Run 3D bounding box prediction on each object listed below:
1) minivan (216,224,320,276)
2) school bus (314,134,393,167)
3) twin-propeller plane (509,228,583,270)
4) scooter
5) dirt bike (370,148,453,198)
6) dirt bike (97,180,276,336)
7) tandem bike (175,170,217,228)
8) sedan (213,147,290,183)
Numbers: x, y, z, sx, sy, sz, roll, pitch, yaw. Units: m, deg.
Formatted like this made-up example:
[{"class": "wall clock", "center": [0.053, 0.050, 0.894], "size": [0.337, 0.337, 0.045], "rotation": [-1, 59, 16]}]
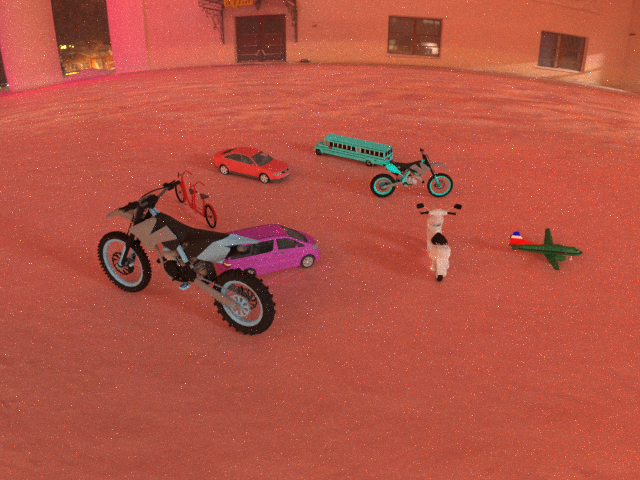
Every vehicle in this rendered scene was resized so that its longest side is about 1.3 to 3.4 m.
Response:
[{"class": "minivan", "center": [-0.753, 0.126, 10.304], "size": [1.548, 0.616, 0.681], "rotation": [-13, 30, -23]}, {"class": "school bus", "center": [0.650, -1.846, 14.289], "size": [1.708, 0.434, 0.365], "rotation": [16, 31, 28]}, {"class": "twin-propeller plane", "center": [3.423, 0.089, 10.601], "size": [1.095, 0.407, 1.370], "rotation": [5, 28, 9]}, {"class": "scooter", "center": [1.737, -0.048, 10.310], "size": [0.662, 0.919, 1.399], "rotation": [1, 28, 2]}, {"class": "dirt bike", "center": [1.646, -1.155, 12.504], "size": [1.493, 0.857, 0.527], "rotation": [0, 28, 0]}, {"class": "dirt bike", "center": [-1.830, 0.214, 8.997], "size": [2.903, 1.666, 1.024], "rotation": [15, 31, 26]}, {"class": "tandem bike", "center": [-2.133, -0.731, 11.880], "size": [0.283, 0.682, 1.642], "rotation": [-17, 32, -30]}, {"class": "sedan", "center": [-1.328, -1.505, 13.580], "size": [1.613, 0.483, 0.635], "rotation": [14, 31, 25]}]
